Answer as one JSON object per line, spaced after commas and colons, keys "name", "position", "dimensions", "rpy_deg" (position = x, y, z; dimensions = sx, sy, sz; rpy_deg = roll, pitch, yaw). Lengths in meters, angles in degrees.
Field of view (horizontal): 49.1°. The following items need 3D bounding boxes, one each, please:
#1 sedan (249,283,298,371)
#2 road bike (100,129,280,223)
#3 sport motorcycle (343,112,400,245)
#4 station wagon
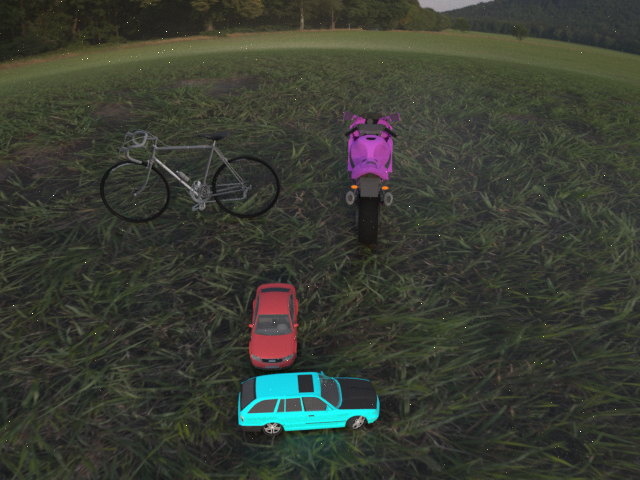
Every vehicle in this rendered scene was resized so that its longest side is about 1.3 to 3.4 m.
{"name": "sedan", "position": [-0.598, 1.063, 9.172], "dimensions": [0.635, 0.483, 1.613], "rpy_deg": [-1, 30, -1]}
{"name": "road bike", "position": [-2.170, -1.061, 11.689], "dimensions": [3.004, 1.656, 0.697], "rpy_deg": [-3, 30, -5]}
{"name": "sport motorcycle", "position": [0.845, -1.148, 11.902], "dimensions": [0.983, 1.596, 2.955], "rpy_deg": [2, 30, 3]}
{"name": "station wagon", "position": [-0.124, 1.794, 7.910], "dimensions": [1.597, 0.473, 0.682], "rpy_deg": [-2, 30, -4]}
